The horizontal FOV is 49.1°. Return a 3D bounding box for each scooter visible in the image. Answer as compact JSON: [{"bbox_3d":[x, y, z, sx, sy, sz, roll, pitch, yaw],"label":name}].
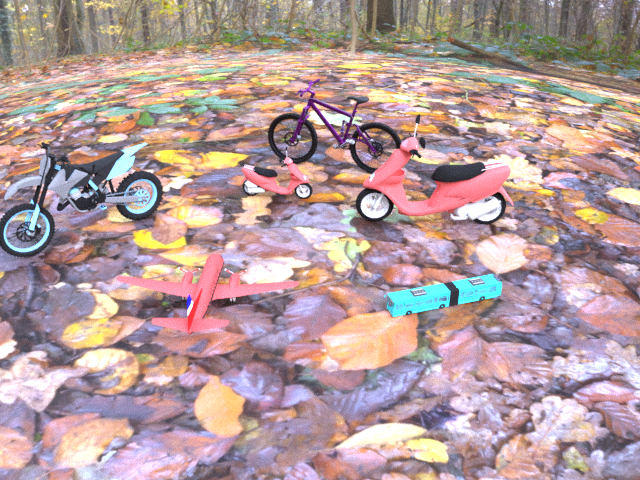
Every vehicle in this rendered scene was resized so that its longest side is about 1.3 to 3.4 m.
[{"bbox_3d":[1.984,-1.095,11.981,2.721,1.786,1.288,2,30,3],"label":"scooter"},{"bbox_3d":[-0.831,-1.219,13.082,1.399,0.919,0.662,4,30,7],"label":"scooter"}]

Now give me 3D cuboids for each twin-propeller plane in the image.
[{"bbox_3d":[-1.640,0.634,9.933,2.663,0.792,2.129,2,30,3],"label":"twin-propeller plane"}]

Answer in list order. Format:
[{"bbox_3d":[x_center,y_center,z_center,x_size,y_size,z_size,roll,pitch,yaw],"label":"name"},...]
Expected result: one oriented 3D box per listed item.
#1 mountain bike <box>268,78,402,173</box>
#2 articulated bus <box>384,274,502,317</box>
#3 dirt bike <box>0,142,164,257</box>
[{"bbox_3d":[0.278,-2.224,14.079,2.857,1.688,1.114,9,31,16],"label":"mountain bike"},{"bbox_3d":[1.801,0.799,10.153,1.749,0.289,0.311,-9,31,-15],"label":"articulated bus"},{"bbox_3d":[-3.925,-0.784,11.553,2.903,1.666,1.024,-23,37,-35],"label":"dirt bike"}]
